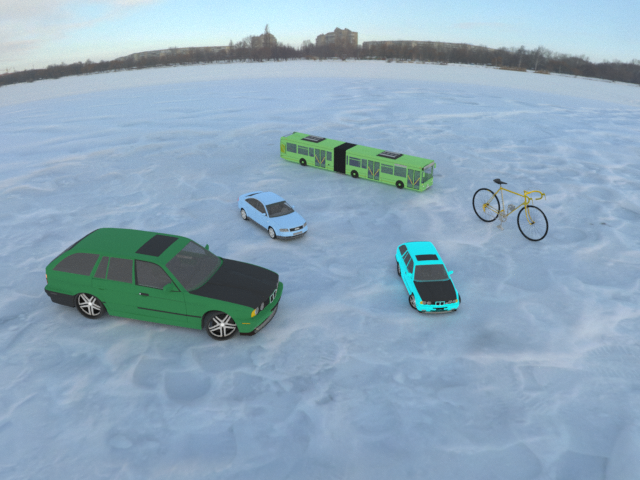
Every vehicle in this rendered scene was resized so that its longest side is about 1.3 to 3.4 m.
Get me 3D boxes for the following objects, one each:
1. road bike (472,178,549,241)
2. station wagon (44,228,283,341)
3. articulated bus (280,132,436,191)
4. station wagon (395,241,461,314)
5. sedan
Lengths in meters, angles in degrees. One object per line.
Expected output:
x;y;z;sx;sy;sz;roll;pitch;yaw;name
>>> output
3.100;-0.541;11.452;0.358;0.852;1.545;-18;31;-33;road bike
-2.038;0.478;9.234;3.105;0.920;1.327;7;26;15;station wagon
0.681;-1.600;14.011;3.401;0.561;0.605;17;30;31;articulated bus
1.484;0.466;9.777;0.682;0.473;1.597;-2;26;-5;station wagon
-0.808;-0.477;11.746;0.635;0.483;1.613;-16;30;-31;sedan
